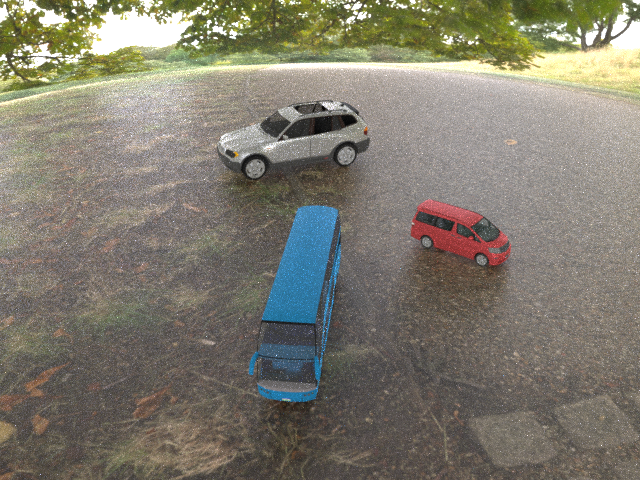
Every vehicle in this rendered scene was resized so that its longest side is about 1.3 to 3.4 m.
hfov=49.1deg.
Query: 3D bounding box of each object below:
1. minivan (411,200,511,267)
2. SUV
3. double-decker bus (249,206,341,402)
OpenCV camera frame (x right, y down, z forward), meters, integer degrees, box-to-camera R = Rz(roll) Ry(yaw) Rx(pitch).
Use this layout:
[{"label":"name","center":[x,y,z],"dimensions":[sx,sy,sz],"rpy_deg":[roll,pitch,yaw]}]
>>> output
[{"label":"minivan","center":[2.184,-0.123,10.807],"dimensions":[1.548,0.616,0.681],"rpy_deg":[20,34,33]},{"label":"SUV","center":[-0.521,-2.061,13.934],"dimensions":[3.058,1.128,1.276],"rpy_deg":[-10,30,-19]},{"label":"double-decker bus","center":[-0.196,0.694,8.788],"dimensions":[0.756,1.052,3.251],"rpy_deg":[3,28,6]}]
